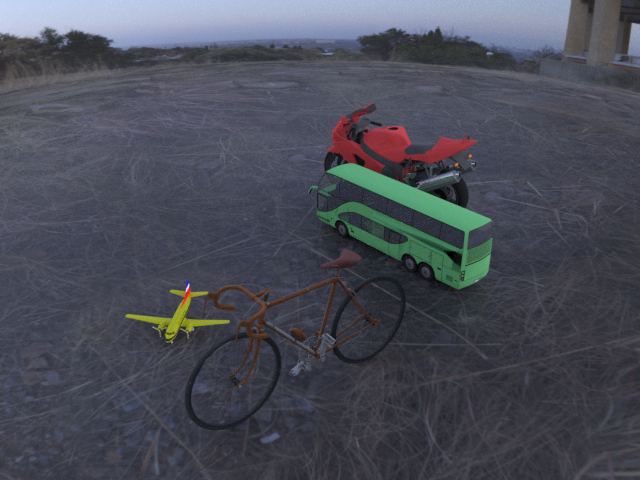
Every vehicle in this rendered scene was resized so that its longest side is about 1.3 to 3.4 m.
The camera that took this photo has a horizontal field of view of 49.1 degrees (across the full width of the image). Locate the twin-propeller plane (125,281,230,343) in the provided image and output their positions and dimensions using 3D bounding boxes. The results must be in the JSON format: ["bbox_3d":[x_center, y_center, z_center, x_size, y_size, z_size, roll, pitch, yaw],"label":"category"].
[{"bbox_3d":[-1.826,0.940,9.083,1.370,0.407,1.095,3,28,5],"label":"twin-propeller plane"}]

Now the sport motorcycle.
[{"bbox_3d":[1.291,-1.352,12.131,2.955,1.596,0.983,19,33,32],"label":"sport motorcycle"}]

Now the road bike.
[{"bbox_3d":[-0.150,0.989,7.661,3.004,1.656,0.696,-20,34,-32],"label":"road bike"}]

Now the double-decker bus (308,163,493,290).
[{"bbox_3d":[1.149,-0.312,10.753,0.756,1.052,3.251,-22,35,-35],"label":"double-decker bus"}]
